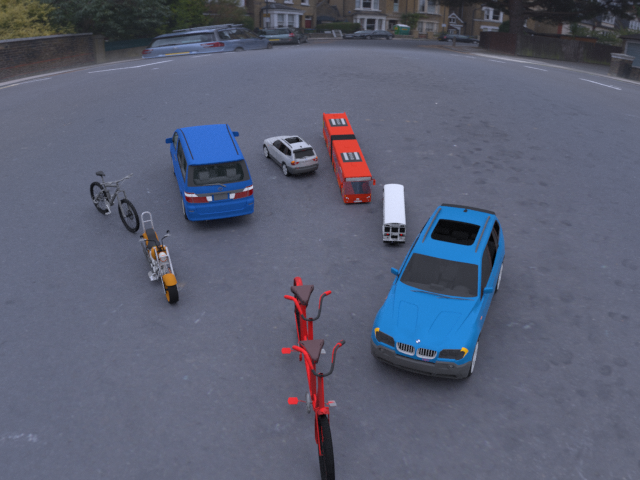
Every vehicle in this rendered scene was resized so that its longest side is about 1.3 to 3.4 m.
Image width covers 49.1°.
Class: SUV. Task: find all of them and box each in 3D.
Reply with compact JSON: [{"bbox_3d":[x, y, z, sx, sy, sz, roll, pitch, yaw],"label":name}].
[{"bbox_3d":[-0.578,-1.732,13.521,0.656,0.580,1.572,-13,32,-22],"label":"SUV"},{"bbox_3d":[1.610,0.523,8.986,1.276,1.128,3.058,11,31,19],"label":"SUV"}]

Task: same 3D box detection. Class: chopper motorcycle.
[{"bbox_3d":[-2.269,0.233,9.870,0.466,0.761,1.563,-12,32,-21],"label":"chopper motorcycle"}]

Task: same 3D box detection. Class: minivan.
[{"bbox_3d":[-1.964,-1.375,12.266,1.324,1.197,3.011,-8,30,-14],"label":"minivan"}]

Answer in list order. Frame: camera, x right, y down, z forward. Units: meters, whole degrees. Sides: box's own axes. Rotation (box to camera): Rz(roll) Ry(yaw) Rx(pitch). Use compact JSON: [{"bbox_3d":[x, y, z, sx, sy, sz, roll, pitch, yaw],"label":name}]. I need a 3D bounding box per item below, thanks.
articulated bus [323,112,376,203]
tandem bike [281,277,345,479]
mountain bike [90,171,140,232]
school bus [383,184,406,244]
[{"bbox_3d":[0.471,-1.661,13.414,0.605,0.561,3.401,-3,30,-5],"label":"articulated bus"},{"bbox_3d":[-0.097,1.217,7.562,0.550,1.326,3.192,-4,30,-6],"label":"tandem bike"},{"bbox_3d":[-3.373,-0.681,11.374,0.573,0.868,1.469,-26,39,-38],"label":"mountain bike"},{"bbox_3d":[1.208,-0.483,11.466,0.365,0.434,1.708,2,30,4],"label":"school bus"}]
